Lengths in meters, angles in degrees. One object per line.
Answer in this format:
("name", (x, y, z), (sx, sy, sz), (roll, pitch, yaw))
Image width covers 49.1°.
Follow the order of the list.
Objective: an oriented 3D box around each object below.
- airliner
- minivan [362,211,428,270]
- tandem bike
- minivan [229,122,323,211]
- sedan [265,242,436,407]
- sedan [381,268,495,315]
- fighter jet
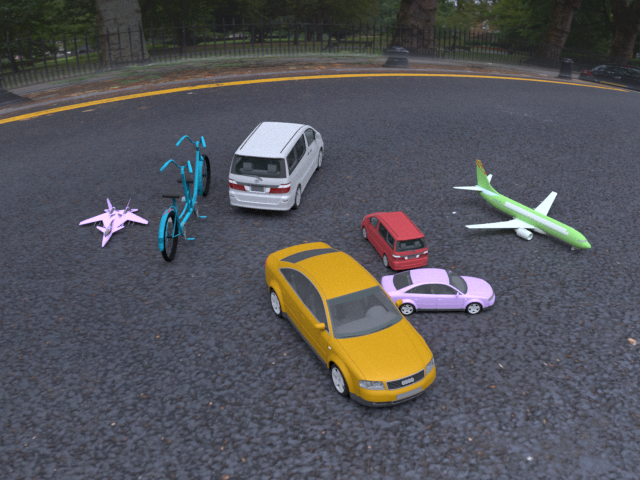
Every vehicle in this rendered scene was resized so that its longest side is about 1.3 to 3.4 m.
("airliner", (3.480, -0.584, 11.716), (2.257, 0.835, 2.541), (-19, 34, -31))
("minivan", (1.152, -0.098, 11.066), (0.681, 0.616, 1.548), (-8, 30, -15))
("tandem bike", (-2.233, -0.837, 11.667), (0.550, 1.326, 3.192), (2, 29, 4))
("minivan", (-0.746, -1.564, 13.112), (1.324, 1.197, 3.011), (6, 30, 11))
("sedan", (0.300, 0.880, 8.966), (1.235, 0.940, 3.137), (-14, 32, -23))
("sedan", (1.639, 0.686, 9.788), (1.613, 0.483, 0.635), (0, 29, -1))
("fighter jet", (-3.500, -0.297, 11.765), (1.147, 0.286, 1.358), (-1, 29, -1))
